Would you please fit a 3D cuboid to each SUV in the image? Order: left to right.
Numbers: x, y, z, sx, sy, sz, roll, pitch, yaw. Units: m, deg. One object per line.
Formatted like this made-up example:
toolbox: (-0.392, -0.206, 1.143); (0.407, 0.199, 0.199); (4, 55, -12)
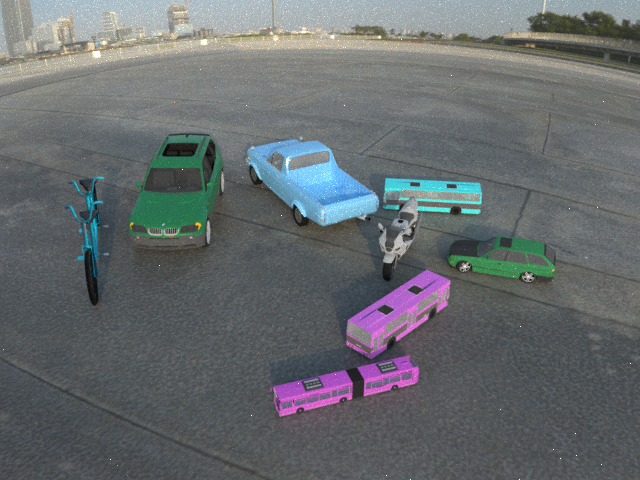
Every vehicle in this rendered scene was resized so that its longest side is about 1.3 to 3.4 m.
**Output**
SUV: (-2.372, -0.893, 11.835); (1.276, 1.128, 3.058); (0, 30, 0)

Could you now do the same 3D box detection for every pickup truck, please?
pickup truck: (-0.226, -1.143, 12.407); (1.244, 0.993, 3.117); (-15, 33, -24)

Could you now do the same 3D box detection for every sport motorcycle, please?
sport motorcycle: (1.217, -0.032, 10.639); (0.506, 0.821, 1.520); (11, 32, 18)

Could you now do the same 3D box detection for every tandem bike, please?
tandem bike: (-3.472, -0.289, 10.580); (0.550, 1.326, 3.192); (-8, 31, -13)

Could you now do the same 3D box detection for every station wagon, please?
station wagon: (2.731, 0.229, 10.532); (1.597, 0.473, 0.682); (9, 31, 15)

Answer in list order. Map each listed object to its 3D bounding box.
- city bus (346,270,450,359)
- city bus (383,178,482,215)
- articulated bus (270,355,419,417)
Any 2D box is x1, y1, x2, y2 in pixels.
city bus: (1.061, 0.973, 9.246); (0.476, 0.460, 1.674); (26, 39, 37)
city bus: (1.958, -0.751, 12.259); (1.674, 0.460, 0.476); (4, 30, 6)
articulated bus: (0.308, 1.692, 8.163); (1.749, 0.289, 0.311); (-10, 31, -16)
